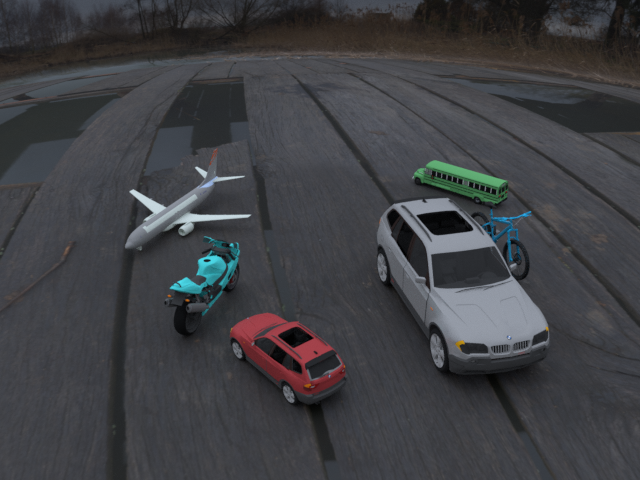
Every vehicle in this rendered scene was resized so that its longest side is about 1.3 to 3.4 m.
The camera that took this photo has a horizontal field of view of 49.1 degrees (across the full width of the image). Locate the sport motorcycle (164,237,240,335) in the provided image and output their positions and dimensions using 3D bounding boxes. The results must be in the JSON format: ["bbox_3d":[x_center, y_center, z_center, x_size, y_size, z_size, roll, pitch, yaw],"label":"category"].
[{"bbox_3d":[-1.391,0.533,8.678,0.506,0.821,1.520,11,30,19],"label":"sport motorcycle"}]

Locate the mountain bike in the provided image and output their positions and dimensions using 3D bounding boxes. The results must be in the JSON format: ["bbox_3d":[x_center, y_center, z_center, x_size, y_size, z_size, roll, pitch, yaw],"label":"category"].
[{"bbox_3d":[2.484,-0.069,9.755,0.573,0.868,1.469,-10,30,-18],"label":"mountain bike"}]

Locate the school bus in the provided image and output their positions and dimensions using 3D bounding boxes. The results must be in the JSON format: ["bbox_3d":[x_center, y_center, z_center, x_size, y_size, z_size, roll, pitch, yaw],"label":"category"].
[{"bbox_3d":[2.361,-0.999,11.957,1.708,0.434,0.365,22,35,36],"label":"school bus"}]

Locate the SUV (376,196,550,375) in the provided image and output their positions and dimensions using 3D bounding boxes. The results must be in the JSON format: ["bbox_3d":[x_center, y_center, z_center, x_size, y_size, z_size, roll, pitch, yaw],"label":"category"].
[{"bbox_3d":[1.626,0.419,8.566,1.276,1.128,3.058,-7,29,-13],"label":"SUV"}]

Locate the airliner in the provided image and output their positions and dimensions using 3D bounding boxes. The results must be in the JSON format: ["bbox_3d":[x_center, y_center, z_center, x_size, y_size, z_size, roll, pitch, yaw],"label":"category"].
[{"bbox_3d":[-2.222,-0.633,10.846,2.257,0.835,2.541,12,31,22],"label":"airliner"}]

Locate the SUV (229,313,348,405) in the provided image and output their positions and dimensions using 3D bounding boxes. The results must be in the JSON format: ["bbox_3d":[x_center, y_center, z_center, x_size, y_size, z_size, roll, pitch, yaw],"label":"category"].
[{"bbox_3d":[-0.377,1.200,7.684,0.656,0.580,1.572,-21,35,-34],"label":"SUV"}]
